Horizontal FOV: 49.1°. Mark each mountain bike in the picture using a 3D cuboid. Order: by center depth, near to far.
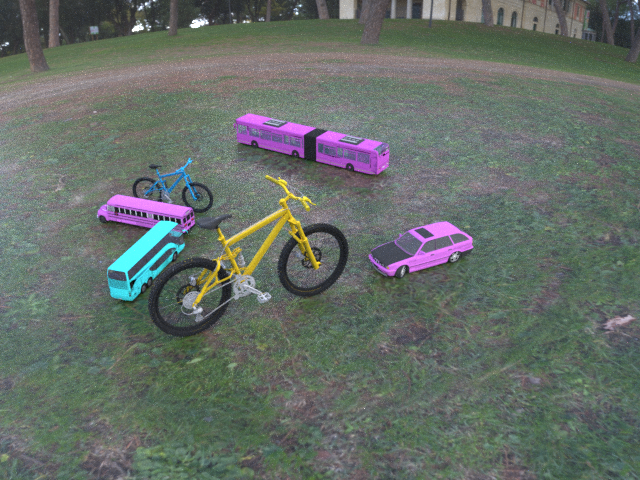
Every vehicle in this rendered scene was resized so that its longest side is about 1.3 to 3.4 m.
[{"bbox_3d":[-0.843,0.239,8.963,2.857,1.688,1.114,-16,33,-26],"label":"mountain bike"},{"bbox_3d":[-2.514,-0.902,11.845,1.469,0.868,0.573,7,30,12],"label":"mountain bike"}]

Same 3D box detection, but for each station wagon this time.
[{"bbox_3d":[1.507,0.104,10.449,1.597,0.473,0.682,-14,32,-24],"label":"station wagon"}]

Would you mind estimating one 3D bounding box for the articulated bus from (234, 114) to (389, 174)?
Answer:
[{"bbox_3d":[-0.232,-1.948,14.033,3.401,0.561,0.605,17,33,28],"label":"articulated bus"}]

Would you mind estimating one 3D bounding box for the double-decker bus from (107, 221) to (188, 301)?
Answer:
[{"bbox_3d":[-2.468,0.252,10.115,0.389,0.541,1.672,9,30,15],"label":"double-decker bus"}]

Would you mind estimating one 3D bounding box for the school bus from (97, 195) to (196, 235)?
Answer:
[{"bbox_3d":[-2.875,-0.420,11.426,1.708,0.434,0.365,11,31,18],"label":"school bus"}]
